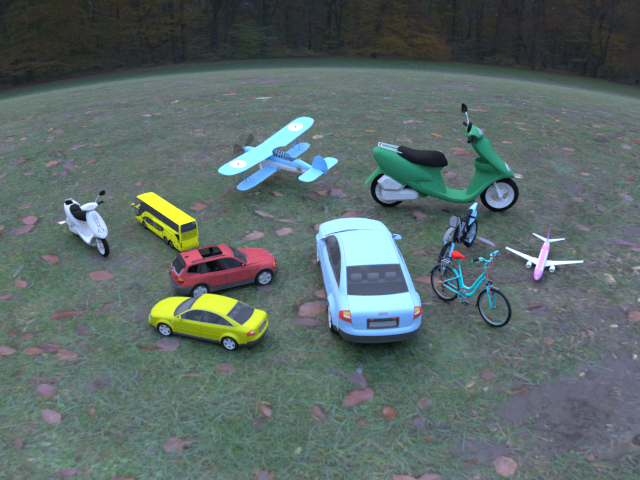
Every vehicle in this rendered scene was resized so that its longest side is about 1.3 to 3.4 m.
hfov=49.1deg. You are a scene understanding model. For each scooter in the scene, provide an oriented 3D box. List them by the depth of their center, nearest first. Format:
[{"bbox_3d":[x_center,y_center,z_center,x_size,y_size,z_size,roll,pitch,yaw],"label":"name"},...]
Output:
[{"bbox_3d":[-3.753,-0.341,11.190,0.662,0.919,1.399,-22,34,-36],"label":"scooter"},{"bbox_3d":[2.159,-1.363,12.238,2.721,1.786,1.288,3,27,5],"label":"scooter"}]

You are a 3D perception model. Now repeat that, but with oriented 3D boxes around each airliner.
[{"bbox_3d":[3.406,0.200,10.669,1.161,0.429,1.307,11,29,21],"label":"airliner"}]

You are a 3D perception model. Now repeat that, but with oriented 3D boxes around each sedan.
[{"bbox_3d":[-1.465,0.983,9.076,1.613,0.483,0.635,9,28,17],"label":"sedan"},{"bbox_3d":[0.613,0.336,9.842,1.235,0.940,3.137,-3,27,-5],"label":"sedan"}]

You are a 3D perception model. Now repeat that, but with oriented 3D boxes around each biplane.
[{"bbox_3d":[-0.732,-1.499,13.390,2.120,0.981,2.598,18,32,32],"label":"biplane"}]

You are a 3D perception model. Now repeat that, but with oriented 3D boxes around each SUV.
[{"bbox_3d":[-1.393,0.377,10.155,1.572,0.580,0.656,-12,29,-22],"label":"SUV"}]

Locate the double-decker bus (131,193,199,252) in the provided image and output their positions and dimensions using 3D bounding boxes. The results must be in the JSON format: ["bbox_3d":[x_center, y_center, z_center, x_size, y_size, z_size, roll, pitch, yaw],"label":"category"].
[{"bbox_3d":[-2.572,-0.327,11.578,0.389,0.541,1.672,-21,34,-35],"label":"double-decker bus"}]

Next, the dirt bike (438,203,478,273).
[{"bbox_3d":[2.156,-0.094,10.775,0.527,0.857,1.493,16,31,28],"label":"dirt bike"}]

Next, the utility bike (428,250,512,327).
[{"bbox_3d":[2.045,0.536,9.444,0.535,0.946,1.435,-20,33,-34],"label":"utility bike"}]
